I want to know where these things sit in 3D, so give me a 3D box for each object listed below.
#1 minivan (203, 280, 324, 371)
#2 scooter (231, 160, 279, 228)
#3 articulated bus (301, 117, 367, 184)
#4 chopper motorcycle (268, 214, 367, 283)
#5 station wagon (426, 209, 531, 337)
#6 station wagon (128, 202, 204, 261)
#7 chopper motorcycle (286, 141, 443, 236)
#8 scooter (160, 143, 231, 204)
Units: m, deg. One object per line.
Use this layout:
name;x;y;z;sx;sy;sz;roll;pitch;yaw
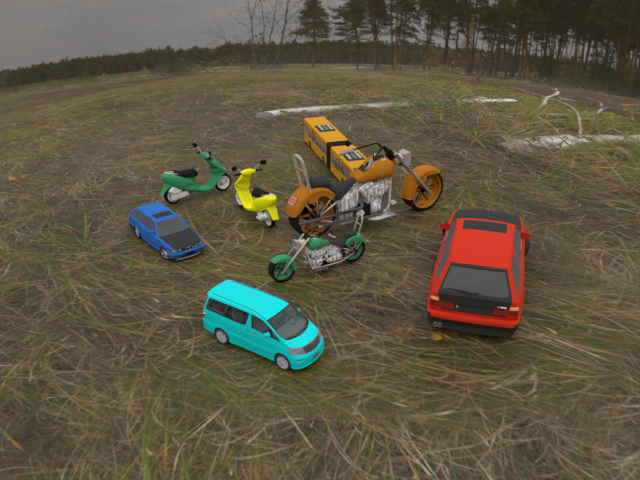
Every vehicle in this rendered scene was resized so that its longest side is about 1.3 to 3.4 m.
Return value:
minivan;-0.688;1.008;8.472;1.548;0.616;0.681;17;31;30
scooter;-1.094;-0.804;11.747;0.662;0.919;1.399;-17;31;-30
articulated bus;0.342;-1.756;14.041;0.605;0.561;3.401;-8;28;-15
chopper motorcycle;-0.021;0.113;10.093;1.563;0.761;0.466;-13;30;-25
station wagon;2.264;0.182;9.777;1.327;0.920;3.105;7;28;14
station wagon;-2.434;-0.180;10.998;0.682;0.473;1.597;-19;33;-34
chopper motorcycle;0.808;-0.937;11.386;3.040;1.480;0.906;-16;31;-29
scooter;-2.220;-1.191;12.517;1.399;0.919;0.662;-18;32;-32
